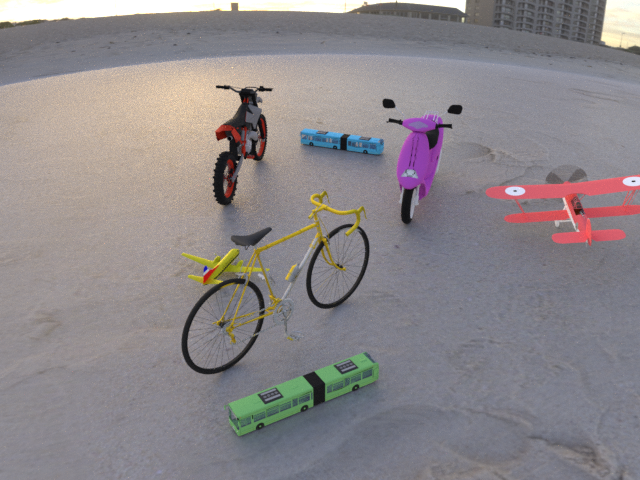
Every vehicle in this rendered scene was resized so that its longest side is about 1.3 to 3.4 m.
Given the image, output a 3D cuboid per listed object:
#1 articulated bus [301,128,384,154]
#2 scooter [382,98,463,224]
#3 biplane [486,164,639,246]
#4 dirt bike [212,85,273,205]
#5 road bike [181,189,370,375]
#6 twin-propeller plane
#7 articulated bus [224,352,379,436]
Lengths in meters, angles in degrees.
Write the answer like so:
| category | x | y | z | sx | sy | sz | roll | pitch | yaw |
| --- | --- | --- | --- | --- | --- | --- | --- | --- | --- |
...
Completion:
| category | x | y | z | sx | sy | sz | roll | pitch | yaw |
| --- | --- | --- | --- | --- | --- | --- | --- | --- | --- |
| articulated bus | 0.428 | -2.001 | 14.208 | 1.749 | 0.289 | 0.311 | 11 | 30 | 19 |
| scooter | 1.707 | -1.552 | 11.799 | 1.288 | 1.786 | 2.721 | 8 | 29 | 14 |
| biplane | 3.837 | -0.431 | 10.570 | 2.598 | 0.981 | 2.120 | 4 | 29 | 7 |
| dirt bike | -1.399 | -1.837 | 12.453 | 1.024 | 1.666 | 2.903 | 5 | 29 | 10 |
| road bike | -0.406 | 0.437 | 8.251 | 0.696 | 1.656 | 3.004 | 25 | 37 | 38 |
| twin-propeller plane | -1.375 | 0.324 | 9.775 | 1.370 | 0.407 | 1.095 | 10 | 30 | 17 |
| articulated bus | -0.155 | 1.625 | 7.490 | 1.749 | 0.289 | 0.311 | -16 | 32 | -27 |
